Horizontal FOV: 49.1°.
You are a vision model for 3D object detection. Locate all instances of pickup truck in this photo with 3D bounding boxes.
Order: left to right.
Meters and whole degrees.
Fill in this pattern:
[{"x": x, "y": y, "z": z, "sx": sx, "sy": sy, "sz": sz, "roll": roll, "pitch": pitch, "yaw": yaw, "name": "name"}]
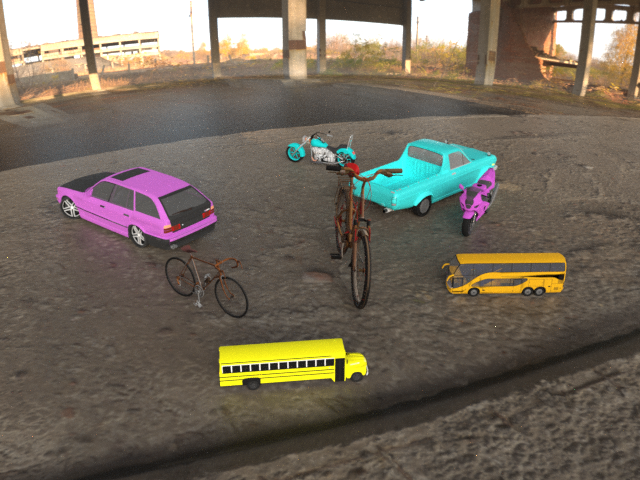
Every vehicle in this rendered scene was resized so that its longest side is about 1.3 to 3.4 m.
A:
[{"x": 1.973, "y": -1.268, "z": 12.918, "sx": 3.117, "sy": 0.993, "sz": 1.244, "roll": -22, "pitch": 34, "yaw": -38, "name": "pickup truck"}]

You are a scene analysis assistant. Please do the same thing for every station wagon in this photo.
[{"x": -3.198, "y": -0.711, "z": 11.850, "sx": 3.105, "sy": 0.920, "sz": 1.327, "roll": 18, "pitch": 31, "yaw": 33, "name": "station wagon"}]

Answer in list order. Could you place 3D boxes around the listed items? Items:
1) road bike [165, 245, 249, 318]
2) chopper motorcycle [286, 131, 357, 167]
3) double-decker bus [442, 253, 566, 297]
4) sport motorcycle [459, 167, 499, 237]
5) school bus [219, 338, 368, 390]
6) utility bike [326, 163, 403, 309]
[{"x": -1.550, "y": 0.518, "z": 9.390, "sx": 1.545, "sy": 0.852, "sz": 0.358, "roll": 17, "pitch": 31, "yaw": 32, "name": "road bike"}, {"x": 0.013, "y": -1.904, "z": 14.498, "sx": 1.563, "sy": 0.761, "sz": 0.466, "roll": 12, "pitch": 28, "yaw": 23, "name": "chopper motorcycle"}, {"x": 2.577, "y": 0.476, "z": 9.835, "sx": 1.672, "sy": 0.541, "sz": 0.389, "roll": -1, "pitch": 26, "yaw": -1, "name": "double-decker bus"}, {"x": 2.678, "y": -0.654, "z": 11.847, "sx": 0.506, "sy": 0.821, "sz": 1.520, "roll": 13, "pitch": 29, "yaw": 24, "name": "sport motorcycle"}, {"x": -0.299, "y": 1.410, "z": 8.029, "sx": 1.708, "sy": 0.434, "sz": 0.365, "roll": -3, "pitch": 26, "yaw": -6, "name": "school bus"}, {"x": 0.553, "y": -0.329, "z": 10.009, "sx": 1.039, "sy": 1.839, "sz": 2.791, "roll": -3, "pitch": 26, "yaw": -6, "name": "utility bike"}]
